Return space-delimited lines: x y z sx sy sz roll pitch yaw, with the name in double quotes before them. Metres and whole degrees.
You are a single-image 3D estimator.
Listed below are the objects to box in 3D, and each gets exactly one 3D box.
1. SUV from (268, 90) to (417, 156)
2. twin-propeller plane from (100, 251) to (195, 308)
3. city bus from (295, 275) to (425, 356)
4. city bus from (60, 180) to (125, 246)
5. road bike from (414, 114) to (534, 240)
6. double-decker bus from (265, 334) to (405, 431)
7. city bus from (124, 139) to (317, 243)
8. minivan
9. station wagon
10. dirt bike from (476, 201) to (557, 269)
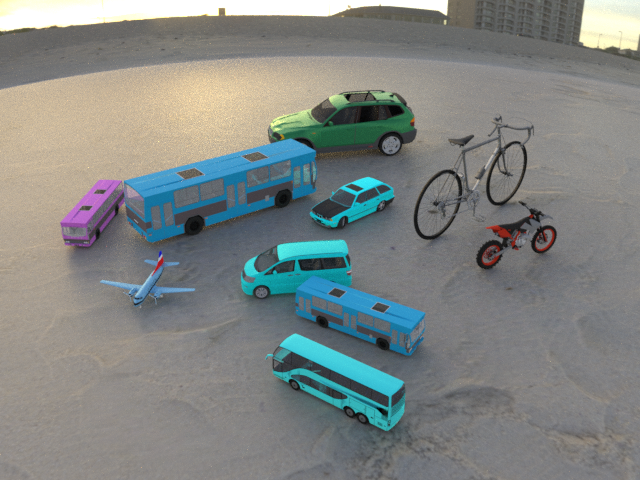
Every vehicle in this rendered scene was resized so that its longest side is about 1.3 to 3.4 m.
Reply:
"SUV" 0.456 -2.395 14.393 3.058 1.128 1.276 -6 29 -10
"twin-propeller plane" -2.362 0.556 9.712 1.370 0.407 1.095 5 29 8
"city bus" 0.490 0.960 8.912 1.674 0.460 0.476 17 33 28
"city bus" -3.699 -0.451 11.511 0.476 0.460 1.674 2 29 5
"road bike" 2.538 -1.060 11.379 3.004 1.656 0.697 -24 36 -36
"double-decker bus" 0.157 1.536 7.765 1.672 0.541 0.389 19 34 31
"city bus" -1.584 -0.851 11.793 3.255 0.894 0.926 -19 34 -32
"minivan" -0.337 0.384 9.809 1.548 0.616 0.681 -3 29 -6
"station wagon" 0.554 -0.670 11.901 1.597 0.473 0.682 -24 37 -37
"dirt bike" 2.953 -0.069 10.390 1.493 0.857 0.527 -13 31 -23
